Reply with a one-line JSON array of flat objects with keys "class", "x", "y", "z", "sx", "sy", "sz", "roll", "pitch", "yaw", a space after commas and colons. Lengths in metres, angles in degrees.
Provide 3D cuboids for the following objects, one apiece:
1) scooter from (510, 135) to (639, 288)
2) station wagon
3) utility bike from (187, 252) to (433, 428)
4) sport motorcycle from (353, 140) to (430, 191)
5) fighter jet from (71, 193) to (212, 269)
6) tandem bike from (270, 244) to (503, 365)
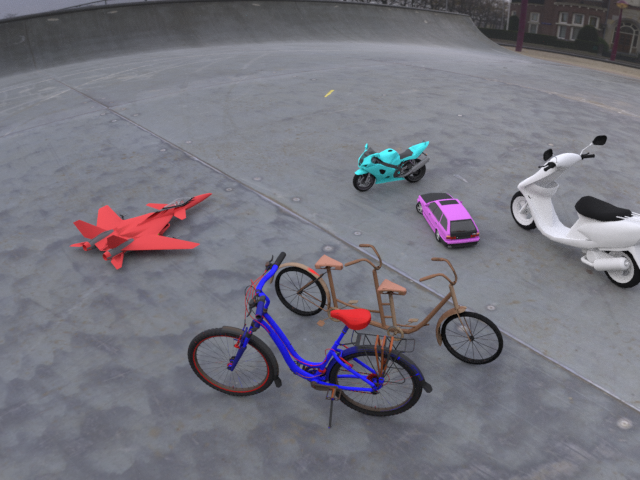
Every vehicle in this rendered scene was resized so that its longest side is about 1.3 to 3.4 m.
[{"class": "scooter", "x": 3.909, "y": -0.524, "z": 10.489, "sx": 1.288, "sy": 1.786, "sz": 2.721, "roll": -16, "pitch": 34, "yaw": -25}, {"class": "station wagon", "x": 2.106, "y": -0.436, "z": 11.627, "sx": 0.682, "sy": 0.473, "sz": 1.597, "roll": -6, "pitch": 31, "yaw": -9}, {"class": "utility bike", "x": -0.170, "y": 1.204, "z": 7.530, "sx": 2.791, "sy": 1.839, "sz": 1.039, "roll": 6, "pitch": 31, "yaw": 10}, {"class": "sport motorcycle", "x": 1.303, "y": -1.361, "z": 12.843, "sx": 1.520, "sy": 0.821, "sz": 0.506, "roll": -12, "pitch": 33, "yaw": -19}, {"class": "fighter jet", "x": -2.711, "y": -0.436, "z": 11.545, "sx": 2.229, "sy": 0.557, "sz": 2.640, "roll": 20, "pitch": 36, "yaw": 30}, {"class": "tandem bike", "x": 0.761, "y": 0.706, "z": 8.870, "sx": 3.192, "sy": 1.326, "sz": 0.550, "roll": 14, "pitch": 33, "yaw": 22}]
